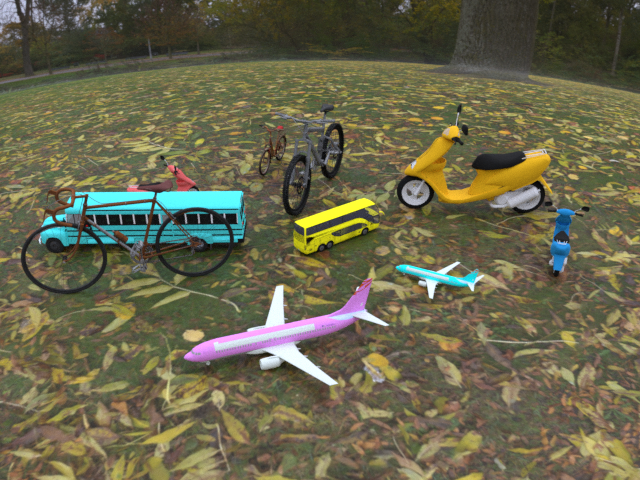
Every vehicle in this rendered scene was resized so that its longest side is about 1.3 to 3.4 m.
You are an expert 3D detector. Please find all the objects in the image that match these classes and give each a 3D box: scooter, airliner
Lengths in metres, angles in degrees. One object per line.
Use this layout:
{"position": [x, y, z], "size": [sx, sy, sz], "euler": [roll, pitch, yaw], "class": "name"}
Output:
{"position": [-2.806, -0.950, 12.462], "size": [1.399, 0.919, 0.662], "euler": [-18, 33, -30], "class": "scooter"}
{"position": [2.736, -1.324, 12.240], "size": [2.721, 1.786, 1.288], "euler": [3, 29, 5], "class": "scooter"}
{"position": [3.757, -0.078, 10.863], "size": [0.662, 0.919, 1.399], "euler": [10, 30, 17], "class": "scooter"}
{"position": [1.729, 0.466, 10.378], "size": [1.307, 0.429, 1.161], "euler": [15, 32, 26], "class": "airliner"}
{"position": [-0.478, 1.049, 8.886], "size": [2.541, 0.835, 2.257], "euler": [-9, 30, -17], "class": "airliner"}

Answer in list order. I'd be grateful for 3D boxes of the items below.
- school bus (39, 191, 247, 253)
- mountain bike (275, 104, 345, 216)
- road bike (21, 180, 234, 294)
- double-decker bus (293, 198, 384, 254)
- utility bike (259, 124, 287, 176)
{"position": [-2.885, -0.319, 11.383], "size": [3.322, 0.844, 0.709], "euler": [-1, 29, -1], "class": "school bus"}
{"position": [-0.081, -1.624, 12.892], "size": [1.114, 1.688, 2.857], "euler": [11, 30, 19], "class": "mountain bike"}
{"position": [-2.745, -0.063, 10.067], "size": [3.004, 1.656, 0.697], "euler": [-7, 29, -13], "class": "road bike"}
{"position": [0.314, -0.250, 11.573], "size": [1.672, 0.541, 0.389], "euler": [-20, 35, -32], "class": "double-decker bus"}
{"position": [-0.900, -1.920, 14.210], "size": [0.535, 0.946, 1.435], "euler": [9, 30, 17], "class": "utility bike"}
